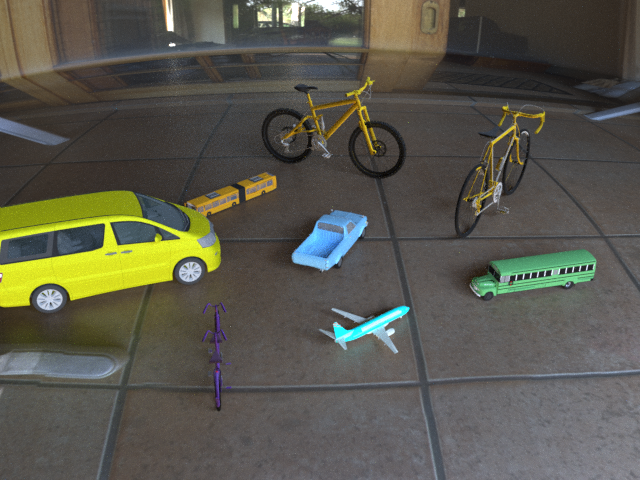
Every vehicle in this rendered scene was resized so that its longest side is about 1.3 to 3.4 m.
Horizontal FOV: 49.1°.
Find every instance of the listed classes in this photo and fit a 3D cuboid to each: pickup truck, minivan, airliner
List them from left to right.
[{"bbox_3d":[-2.881,0.022,9.491,3.011,1.197,1.324,-11,31,-19],"label":"minivan"},{"bbox_3d":[0.172,-0.050,10.329,0.640,0.511,1.603,12,31,21],"label":"pickup truck"},{"bbox_3d":[0.639,0.966,8.580,1.307,0.429,1.161,-22,36,-34],"label":"airliner"}]

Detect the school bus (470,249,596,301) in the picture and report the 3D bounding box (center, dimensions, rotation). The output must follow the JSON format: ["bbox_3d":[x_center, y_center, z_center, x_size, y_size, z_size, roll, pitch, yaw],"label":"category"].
[{"bbox_3d":[2.877,0.461,9.486,1.708,0.434,0.365,-7,30,-12],"label":"school bus"}]

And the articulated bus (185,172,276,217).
[{"bbox_3d":[-1.470,-0.760,11.839,1.749,0.289,0.311,-26,38,-38],"label":"articulated bus"}]

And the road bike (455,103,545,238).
[{"bbox_3d":[2.836,-1.175,11.177,0.696,1.656,3.004,18,34,30],"label":"road bike"}]

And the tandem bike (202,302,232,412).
[{"bbox_3d":[-1.161,1.213,7.874,0.283,0.682,1.642,-4,29,-6],"label":"tandem bike"}]

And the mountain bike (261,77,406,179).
[{"bbox_3d":[0.204,-2.042,12.709,2.857,1.688,1.114,12,31,20],"label":"mountain bike"}]
